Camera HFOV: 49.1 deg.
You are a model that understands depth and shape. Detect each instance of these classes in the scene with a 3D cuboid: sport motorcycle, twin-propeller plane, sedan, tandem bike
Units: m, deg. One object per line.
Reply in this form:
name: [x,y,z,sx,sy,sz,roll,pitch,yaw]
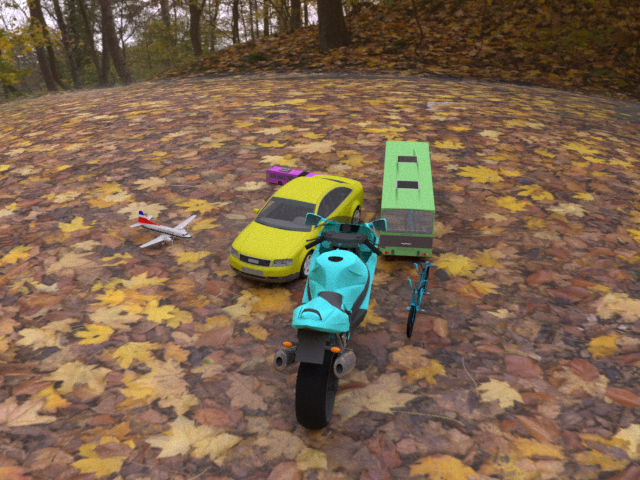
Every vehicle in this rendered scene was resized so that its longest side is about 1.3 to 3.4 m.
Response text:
sport motorcycle: [0.160,0.764,7.898,0.983,1.596,2.955,5,26,10]
twin-propeller plane: [-2.502,-0.199,11.251,1.095,0.407,1.370,13,29,25]
sedan: [-0.292,-0.347,10.946,1.235,0.940,3.137,11,28,22]
tandem bike: [1.310,0.640,9.202,0.283,0.682,1.642,7,27,15]

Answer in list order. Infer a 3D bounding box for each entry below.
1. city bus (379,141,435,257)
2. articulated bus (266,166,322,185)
city bus: [1.455,-0.743,11.816,0.926,0.894,3.255,3,26,6]
articulated bus: [-0.209,-1.120,13.290,1.749,0.289,0.311,12,28,23]
